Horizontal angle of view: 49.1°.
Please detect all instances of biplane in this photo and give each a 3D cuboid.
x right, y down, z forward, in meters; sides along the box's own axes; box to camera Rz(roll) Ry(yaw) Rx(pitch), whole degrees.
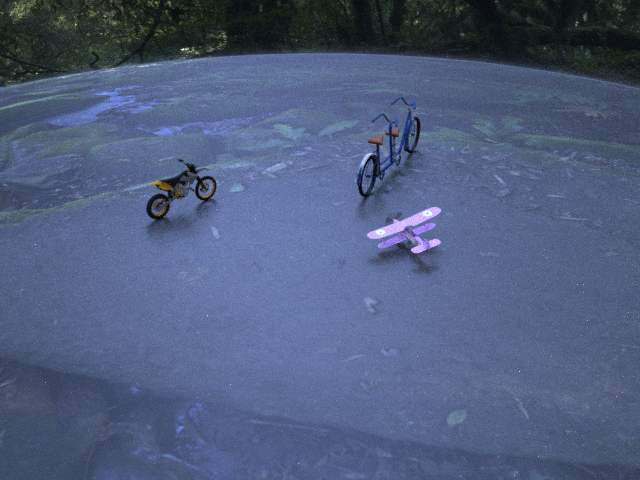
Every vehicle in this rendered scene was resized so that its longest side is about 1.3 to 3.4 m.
[{"bbox_3d":[1.436,-0.081,11.228,1.336,0.504,1.090,-14,32,-23],"label":"biplane"}]

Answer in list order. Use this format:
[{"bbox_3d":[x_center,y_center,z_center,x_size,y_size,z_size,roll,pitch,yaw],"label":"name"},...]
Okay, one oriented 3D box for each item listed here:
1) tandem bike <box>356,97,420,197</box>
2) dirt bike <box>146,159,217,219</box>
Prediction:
[{"bbox_3d":[1.394,-1.911,13.636,0.550,1.326,3.192,14,32,23],"label":"tandem bike"},{"bbox_3d":[-2.450,-0.933,12.379,0.527,0.857,1.493,26,38,38],"label":"dirt bike"}]
